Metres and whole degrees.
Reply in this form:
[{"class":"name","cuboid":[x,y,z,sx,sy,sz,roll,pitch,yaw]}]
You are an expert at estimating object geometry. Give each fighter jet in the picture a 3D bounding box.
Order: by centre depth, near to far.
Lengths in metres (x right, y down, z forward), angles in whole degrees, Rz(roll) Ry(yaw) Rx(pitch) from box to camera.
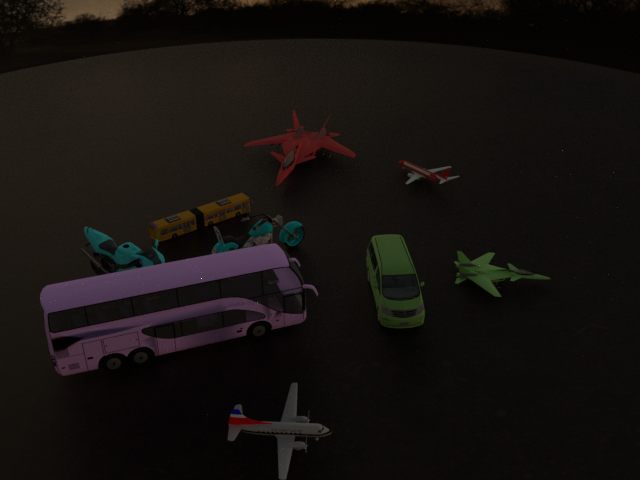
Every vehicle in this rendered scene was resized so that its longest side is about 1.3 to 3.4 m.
[{"class":"fighter jet","cuboid":[2.620,0.431,10.029,1.358,0.286,1.147,4,31,7]},{"class":"fighter jet","cuboid":[-0.456,-1.771,13.442,2.229,0.557,2.640,7,32,12]}]

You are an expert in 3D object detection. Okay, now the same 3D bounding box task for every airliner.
[{"class":"airliner","cuboid":[1.899,-1.326,12.824,1.161,0.429,1.307,-22,37,-32]}]

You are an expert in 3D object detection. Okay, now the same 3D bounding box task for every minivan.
[{"class":"minivan","cuboid":[1.012,0.542,9.523,0.681,0.616,1.548,-3,31,-4]}]

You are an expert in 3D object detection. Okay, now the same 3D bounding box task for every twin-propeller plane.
[{"class":"twin-propeller plane","cuboid":[-0.423,1.950,7.375,1.095,0.407,1.370,2,31,3]}]

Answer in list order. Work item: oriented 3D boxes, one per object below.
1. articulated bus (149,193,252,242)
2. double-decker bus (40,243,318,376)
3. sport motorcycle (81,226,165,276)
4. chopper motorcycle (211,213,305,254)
[{"class":"articulated bus","cuboid":[-1.916,-0.376,11.373,1.749,0.289,0.311,-21,37,-31]},{"class":"double-decker bus","cuboid":[-1.672,0.812,8.647,3.251,1.052,0.756,-11,33,-17]},{"class":"sport motorcycle","cuboid":[-2.660,0.336,9.668,1.520,0.821,0.506,18,35,27]},{"class":"chopper motorcycle","cuboid":[-0.902,-0.065,10.395,1.563,0.761,0.466,-20,36,-30]}]
